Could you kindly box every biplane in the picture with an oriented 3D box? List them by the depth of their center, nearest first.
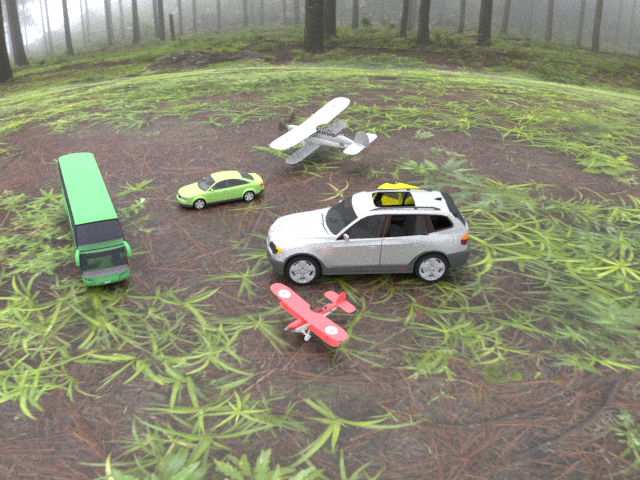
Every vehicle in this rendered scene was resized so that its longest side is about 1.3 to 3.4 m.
[{"bbox_3d":[-0.036,0.978,9.058,1.090,0.504,1.336,-24,36,-38],"label":"biplane"},{"bbox_3d":[0.093,-2.124,14.540,2.120,0.981,2.598,17,32,30],"label":"biplane"}]

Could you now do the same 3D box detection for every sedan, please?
[{"bbox_3d":[-1.827,-0.967,12.843,1.613,0.483,0.635,-11,29,-20],"label":"sedan"}]

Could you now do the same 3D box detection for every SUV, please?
[{"bbox_3d":[0.715,-0.118,10.498,3.058,1.128,1.276,-1,27,-2],"label":"SUV"}]

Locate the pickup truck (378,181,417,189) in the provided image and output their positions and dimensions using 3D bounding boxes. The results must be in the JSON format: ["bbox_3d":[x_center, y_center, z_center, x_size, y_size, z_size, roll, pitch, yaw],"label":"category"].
[{"bbox_3d":[1.214,-0.667,12.234,0.640,0.511,1.603,19,33,32],"label":"pickup truck"}]

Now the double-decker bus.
[{"bbox_3d":[-3.637,-0.384,11.096,0.756,1.052,3.251,-11,29,-20],"label":"double-decker bus"}]
